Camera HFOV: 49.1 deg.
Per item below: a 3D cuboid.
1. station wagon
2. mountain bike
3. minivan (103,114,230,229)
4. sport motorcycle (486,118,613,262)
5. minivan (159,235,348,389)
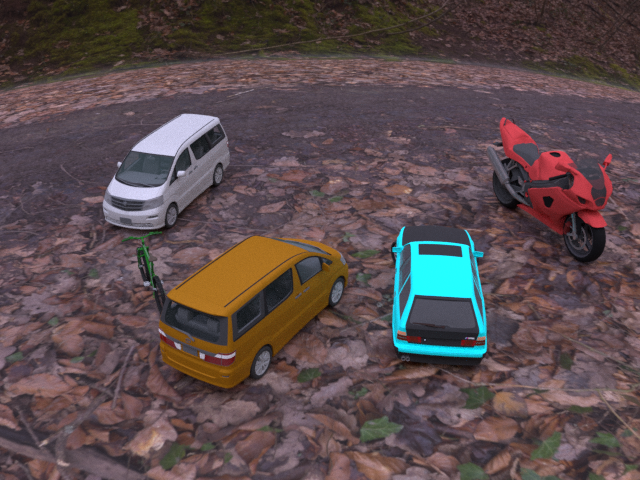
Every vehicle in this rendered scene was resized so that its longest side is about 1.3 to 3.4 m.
[{"bbox_3d":[1.632,0.495,9.730,1.327,0.920,3.105,3,29,6],"label":"station wagon"},{"bbox_3d":[-2.401,0.433,9.897,0.573,0.868,1.469,-13,32,-23],"label":"mountain bike"},{"bbox_3d":[-2.733,-1.280,12.659,1.324,1.197,3.011,9,30,16],"label":"minivan"},{"bbox_3d":[3.737,-0.882,11.525,0.983,1.596,2.955,-10,30,-17],"label":"sport motorcycle"},{"bbox_3d":[-0.736,0.658,9.149,1.324,1.197,3.011,16,33,27],"label":"minivan"}]
